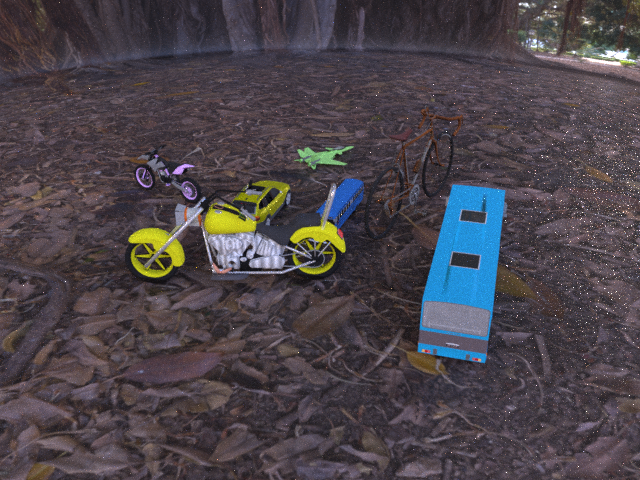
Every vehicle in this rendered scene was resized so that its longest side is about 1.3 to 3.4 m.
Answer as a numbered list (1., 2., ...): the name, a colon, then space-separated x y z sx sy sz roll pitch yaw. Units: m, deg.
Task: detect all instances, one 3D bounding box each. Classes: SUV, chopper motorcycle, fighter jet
1. SUV: -0.985 -0.653 11.492 0.656 0.580 1.572 9 30 15
2. chopper motorcycle: -1.169 -0.090 9.564 3.040 1.480 0.906 0 29 1
3. fighter jet: 0.185 -1.744 13.742 1.358 0.286 1.147 -24 37 -36

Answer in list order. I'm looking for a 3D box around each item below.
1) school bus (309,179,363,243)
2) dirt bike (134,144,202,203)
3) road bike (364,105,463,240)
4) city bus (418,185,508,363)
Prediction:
1. school bus: 0.273 -0.471 11.316 0.365 0.434 1.708 11 31 19
2. dirt bike: -2.669 -1.146 12.089 1.493 0.857 0.527 16 33 26
3. road bike: 1.515 -1.146 11.271 0.696 1.656 3.004 19 34 30
4. city bus: 1.961 0.345 9.385 0.926 0.894 3.255 8 30 13
